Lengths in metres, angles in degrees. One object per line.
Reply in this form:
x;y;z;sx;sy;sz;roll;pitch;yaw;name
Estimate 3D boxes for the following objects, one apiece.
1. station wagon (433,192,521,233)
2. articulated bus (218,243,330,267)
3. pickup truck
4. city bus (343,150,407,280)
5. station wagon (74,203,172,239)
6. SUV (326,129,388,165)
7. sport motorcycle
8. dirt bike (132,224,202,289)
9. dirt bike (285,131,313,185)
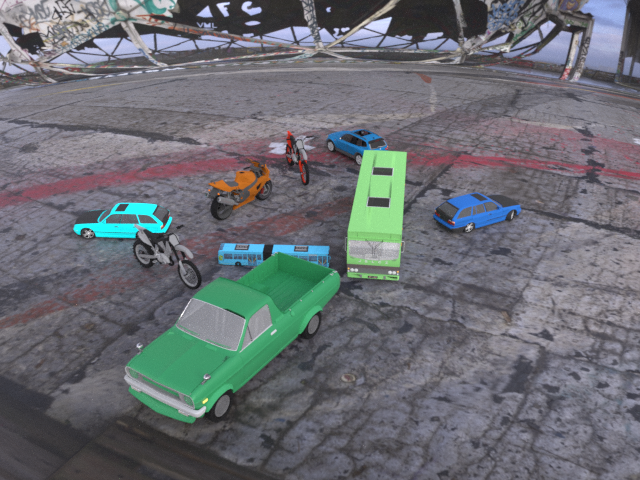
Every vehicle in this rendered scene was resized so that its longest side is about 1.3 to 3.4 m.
2.771;-0.547;12.204;1.597;0.473;0.682;-14;32;-24;station wagon
-0.706;0.243;10.958;1.749;0.289;0.311;1;29;3;articulated bus
-0.984;1.017;8.821;1.244;0.993;3.117;17;33;28;pickup truck
0.990;-0.484;11.651;0.926;0.894;3.255;4;29;7;city bus
-3.347;-0.344;11.833;1.597;0.473;0.682;2;29;3;station wagon
0.782;-2.061;14.844;0.656;0.580;1.572;-20;34;-31;SUV
-1.401;-0.915;12.511;0.506;0.821;1.520;22;36;34;sport motorcycle
-2.315;0.190;10.466;1.493;0.857;0.527;21;35;33;dirt bike
-0.448;-1.692;13.887;0.527;0.857;1.493;-9;30;-16;dirt bike
